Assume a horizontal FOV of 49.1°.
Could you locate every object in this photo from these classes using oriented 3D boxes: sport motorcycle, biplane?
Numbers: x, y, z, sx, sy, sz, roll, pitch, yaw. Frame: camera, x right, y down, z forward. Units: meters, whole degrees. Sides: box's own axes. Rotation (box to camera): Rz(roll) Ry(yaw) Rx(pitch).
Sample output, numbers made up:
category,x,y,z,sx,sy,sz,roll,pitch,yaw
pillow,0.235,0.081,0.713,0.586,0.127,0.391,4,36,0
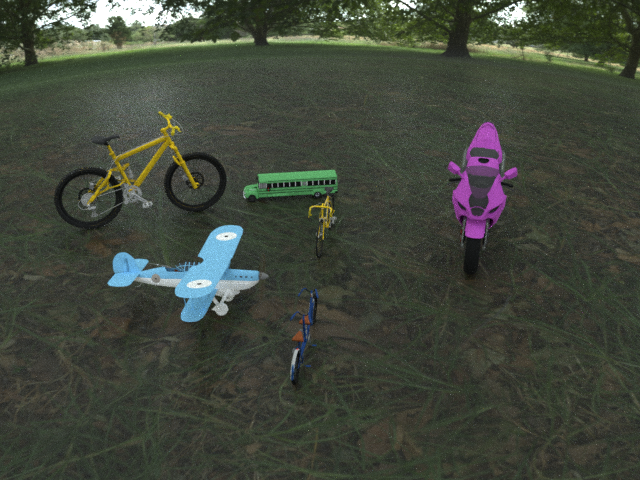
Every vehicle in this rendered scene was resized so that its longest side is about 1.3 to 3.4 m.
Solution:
category,x,y,z,sx,sy,sz,roll,pitch,yaw
sport motorcycle,2.517,-0.730,11.037,0.983,1.596,2.955,7,29,12
biplane,-1.745,0.466,9.496,2.120,0.981,2.598,2,29,3

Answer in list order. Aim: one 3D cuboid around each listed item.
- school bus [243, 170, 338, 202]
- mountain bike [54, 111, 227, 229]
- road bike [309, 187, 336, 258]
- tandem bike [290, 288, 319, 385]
category,x,y,z,sx,sy,sz,roll,pitch,yaw
school bus,-0.542,-0.994,12.726,1.708,0.434,0.365,-4,29,-7
mountain bike,-2.958,-1.098,11.613,2.857,1.688,1.114,-11,31,-19
road bike,0.089,-0.354,11.126,0.358,0.852,1.545,5,29,9
tandem bike,-0.191,1.098,8.655,0.283,0.682,1.642,5,29,8
